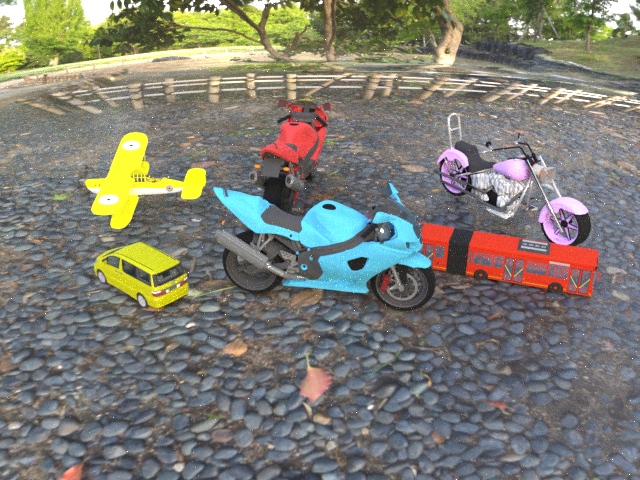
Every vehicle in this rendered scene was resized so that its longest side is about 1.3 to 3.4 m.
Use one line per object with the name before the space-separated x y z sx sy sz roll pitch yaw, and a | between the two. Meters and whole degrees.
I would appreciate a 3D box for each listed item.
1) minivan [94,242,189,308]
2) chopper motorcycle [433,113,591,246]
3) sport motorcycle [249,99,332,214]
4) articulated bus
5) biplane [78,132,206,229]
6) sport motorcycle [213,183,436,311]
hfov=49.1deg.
minivan | -2.499 0.399 9.628 1.548 0.616 0.681 22 35 36
chopper motorcycle | 3.076 -1.006 11.370 0.906 1.480 3.040 -19 33 -31
sport motorcycle | -0.445 -1.394 11.982 0.983 1.596 2.955 6 28 12
articulated bus | 2.210 0.195 10.072 3.401 0.561 0.605 10 29 18
biplane | -2.967 -0.905 11.714 2.120 0.981 2.598 0 28 -1
sport motorcycle | 0.053 0.097 9.148 2.955 1.596 0.983 6 28 12
